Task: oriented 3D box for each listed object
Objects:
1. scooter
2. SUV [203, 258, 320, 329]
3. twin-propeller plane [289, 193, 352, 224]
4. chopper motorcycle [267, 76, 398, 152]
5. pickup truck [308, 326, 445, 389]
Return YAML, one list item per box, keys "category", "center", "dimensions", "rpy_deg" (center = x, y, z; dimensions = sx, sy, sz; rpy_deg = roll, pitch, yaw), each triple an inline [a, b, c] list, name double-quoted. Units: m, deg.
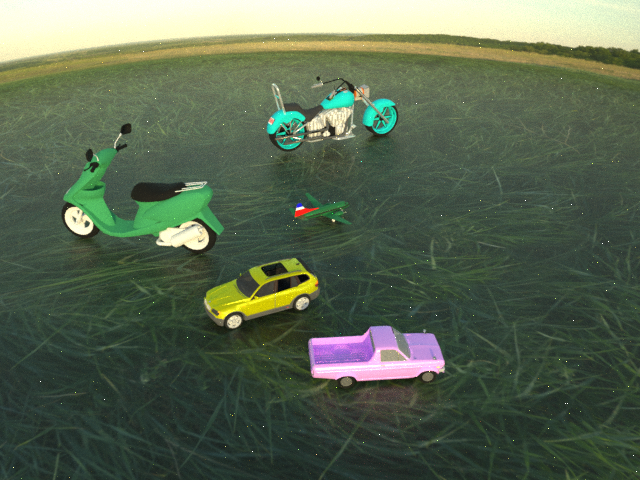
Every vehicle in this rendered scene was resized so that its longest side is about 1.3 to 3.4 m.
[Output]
- category: "scooter"
  center: [-2.792, -0.699, 10.613]
  dimensions: [2.721, 1.786, 1.288]
  rpy_deg: [7, 30, 12]
- category: "SUV"
  center: [-0.779, 0.671, 9.407]
  dimensions: [1.572, 0.580, 0.656]
  rpy_deg: [-13, 32, -22]
- category: "twin-propeller plane"
  center: [0.047, -0.539, 11.734]
  dimensions: [1.095, 0.407, 1.370]
  rpy_deg: [-17, 34, -28]
- category: "chopper motorcycle"
  center: [0.313, -2.685, 14.455]
  dimensions: [3.040, 1.480, 0.906]
  rpy_deg: [-15, 33, -24]
- category: "pickup truck"
  center: [0.661, 1.341, 8.287]
  dimensions: [1.603, 0.511, 0.640]
  rpy_deg: [-2, 29, -4]
